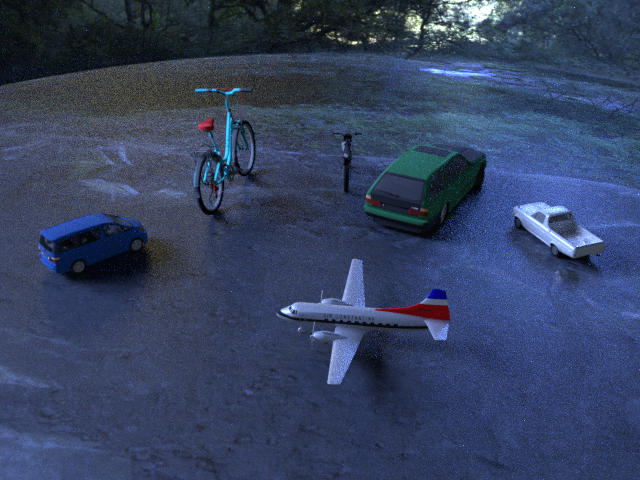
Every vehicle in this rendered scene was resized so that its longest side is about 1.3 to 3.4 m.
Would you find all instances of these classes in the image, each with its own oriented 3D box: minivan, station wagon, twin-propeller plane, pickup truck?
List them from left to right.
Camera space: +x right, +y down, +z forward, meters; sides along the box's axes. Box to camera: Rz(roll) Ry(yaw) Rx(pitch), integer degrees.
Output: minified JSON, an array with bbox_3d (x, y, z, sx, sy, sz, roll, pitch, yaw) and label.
[{"bbox_3d":[-3.324,-0.033,10.338,1.548,0.616,0.681,-25,37,-37],"label":"minivan"},{"bbox_3d":[0.514,0.862,8.513,2.129,0.792,2.663,4,29,7],"label":"twin-propeller plane"},{"bbox_3d":[1.922,-1.128,12.027,1.327,0.920,3.105,16,32,26],"label":"station wagon"},{"bbox_3d":[3.637,-0.206,10.764,0.640,0.511,1.603,-10,30,-18],"label":"pickup truck"}]

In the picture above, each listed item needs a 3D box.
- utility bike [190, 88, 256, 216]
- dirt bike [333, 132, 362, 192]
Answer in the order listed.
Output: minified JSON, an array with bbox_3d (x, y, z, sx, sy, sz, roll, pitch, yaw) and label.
[{"bbox_3d":[-1.720,-1.643,12.011,1.039,1.839,2.791,7,29,13],"label":"utility bike"},{"bbox_3d":[0.487,-1.497,12.769,0.527,0.857,1.493,1,29,3],"label":"dirt bike"}]
